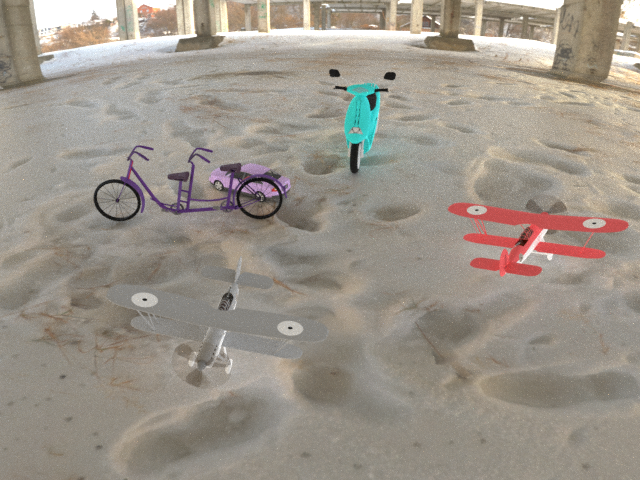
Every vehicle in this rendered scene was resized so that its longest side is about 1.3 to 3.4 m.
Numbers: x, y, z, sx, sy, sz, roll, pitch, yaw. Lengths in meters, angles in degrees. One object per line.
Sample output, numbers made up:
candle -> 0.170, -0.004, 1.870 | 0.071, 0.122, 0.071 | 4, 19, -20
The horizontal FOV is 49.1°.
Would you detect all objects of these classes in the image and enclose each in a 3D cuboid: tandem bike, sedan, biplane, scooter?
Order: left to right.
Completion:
tandem bike -> -2.143, -0.906, 11.483 | 3.192, 1.326, 0.550 | -1, 29, -2
biplane -> -1.156, 0.934, 8.572 | 2.598, 0.981, 2.120 | 3, 30, 6
sedan -> -1.297, -1.117, 12.715 | 1.613, 0.483, 0.635 | 16, 33, 26
scooter -> 0.858, -2.593, 14.007 | 1.288, 1.786, 2.721 | 5, 30, 9
biplane -> 2.948, 0.025, 10.184 | 2.598, 0.981, 2.120 | 18, 34, 28
